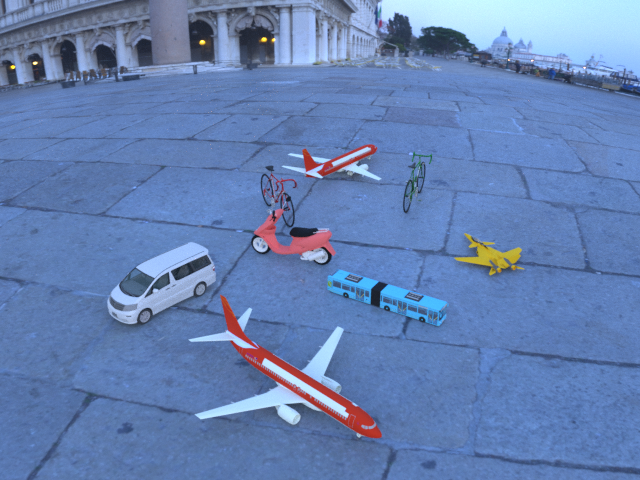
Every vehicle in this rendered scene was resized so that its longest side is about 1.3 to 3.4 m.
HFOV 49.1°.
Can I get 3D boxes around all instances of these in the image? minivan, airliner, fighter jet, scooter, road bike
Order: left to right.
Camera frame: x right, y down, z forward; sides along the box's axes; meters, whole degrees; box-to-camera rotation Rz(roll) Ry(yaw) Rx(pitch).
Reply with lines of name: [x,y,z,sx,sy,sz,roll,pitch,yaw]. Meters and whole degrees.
minivan: [-2.187,0.580,9.661,0.681,0.616,1.548,22,34,37]
road bike: [-0.751,-0.815,12.142,0.358,0.852,1.545,-12,29,-22]
scooter: [-0.427,-0.112,10.687,1.399,0.919,0.662,10,29,18]
airliner: [-0.300,1.402,7.805,2.541,0.835,2.257,23,35,38]
airliner: [0.429,-1.726,13.950,2.257,0.835,2.541,20,33,33]
road bike: [1.724,-1.083,12.669,0.358,0.852,1.545,10,29,19]
fighter jet: [2.591,0.106,10.957,1.147,0.286,1.358,-8,28,-16]

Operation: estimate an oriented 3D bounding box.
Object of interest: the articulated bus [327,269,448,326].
articulated bus: [0.907,0.778,9.633,1.749,0.289,0.311,16,31,28]
